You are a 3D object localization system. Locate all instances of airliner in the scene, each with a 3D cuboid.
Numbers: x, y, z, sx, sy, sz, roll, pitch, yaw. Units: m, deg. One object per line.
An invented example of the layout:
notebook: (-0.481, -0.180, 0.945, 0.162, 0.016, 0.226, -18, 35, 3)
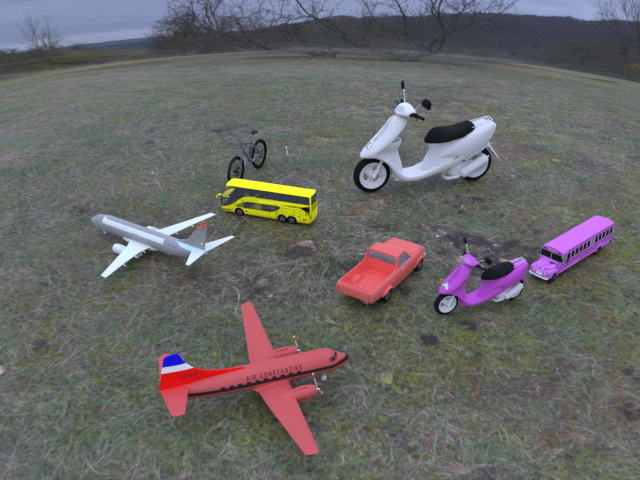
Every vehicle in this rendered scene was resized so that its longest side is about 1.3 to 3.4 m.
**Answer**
airliner: (-2.558, -0.200, 10.365, 2.541, 0.835, 2.257, 18, 34, 29)

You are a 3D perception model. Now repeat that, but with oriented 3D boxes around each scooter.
scooter: (1.895, -1.765, 12.201, 2.721, 1.786, 1.288, -7, 30, -13)
scooter: (2.125, 0.472, 9.071, 1.399, 0.919, 0.662, -10, 31, -18)

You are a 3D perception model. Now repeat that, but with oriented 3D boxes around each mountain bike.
mountain bike: (-1.325, -1.557, 12.771, 0.573, 0.868, 1.469, 11, 31, 20)

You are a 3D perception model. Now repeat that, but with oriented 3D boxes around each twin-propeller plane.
twin-propeller plane: (-0.672, 1.375, 7.577, 2.129, 0.792, 2.663, -9, 30, -16)

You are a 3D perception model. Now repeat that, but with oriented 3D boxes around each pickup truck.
pickup truck: (0.874, 0.368, 9.678, 0.640, 0.511, 1.603, 18, 34, 29)

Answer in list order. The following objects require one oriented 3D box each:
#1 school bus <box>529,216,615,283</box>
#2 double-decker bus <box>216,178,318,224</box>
school bus: (3.680, 0.117, 10.208, 1.708, 0.434, 0.365, -23, 36, -35)
double-decker bus: (-0.864, -0.642, 11.462, 1.672, 0.541, 0.389, 9, 30, 16)
